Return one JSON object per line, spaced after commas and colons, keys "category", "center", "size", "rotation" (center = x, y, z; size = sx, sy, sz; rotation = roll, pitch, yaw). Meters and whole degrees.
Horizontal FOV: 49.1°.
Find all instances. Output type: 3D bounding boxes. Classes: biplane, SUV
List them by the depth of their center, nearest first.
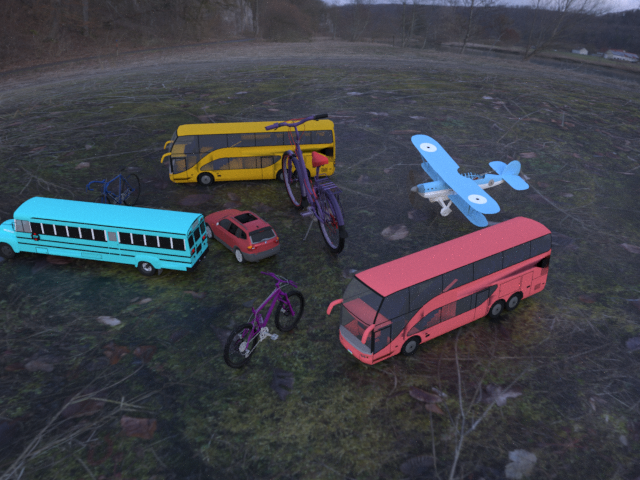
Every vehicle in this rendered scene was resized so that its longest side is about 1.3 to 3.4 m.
{"category": "SUV", "center": [-1.239, -0.165, 10.948], "size": [0.656, 0.580, 1.572], "rotation": [-19, 33, -31]}
{"category": "biplane", "center": [2.527, -0.961, 12.006], "size": [2.120, 0.981, 2.598], "rotation": [-10, 30, -17]}

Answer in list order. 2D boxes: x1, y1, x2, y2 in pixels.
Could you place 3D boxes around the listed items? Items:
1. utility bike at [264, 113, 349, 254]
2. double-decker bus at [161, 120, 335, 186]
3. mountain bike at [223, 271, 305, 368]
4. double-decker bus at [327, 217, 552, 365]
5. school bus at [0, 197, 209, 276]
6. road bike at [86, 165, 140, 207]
{"category": "utility bike", "center": [-0.235, -0.964, 11.105], "size": [1.039, 1.839, 2.791], "rotation": [-11, 30, -19]}
{"category": "double-decker bus", "center": [-1.327, -1.664, 13.241], "size": [3.251, 1.052, 0.756], "rotation": [-3, 28, -6]}
{"category": "mountain bike", "center": [-0.658, 0.950, 8.566], "size": [0.573, 0.868, 1.469], "rotation": [20, 34, 32]}
{"category": "double-decker bus", "center": [1.638, 0.613, 8.999], "size": [3.251, 1.052, 0.756], "rotation": [-17, 33, -29]}
{"category": "school bus", "center": [-3.366, -0.087, 10.522], "size": [3.322, 0.844, 0.709], "rotation": [6, 29, 11]}
{"category": "road bike", "center": [-3.444, -0.774, 11.795], "size": [0.358, 0.852, 1.545], "rotation": [8, 29, 15]}
